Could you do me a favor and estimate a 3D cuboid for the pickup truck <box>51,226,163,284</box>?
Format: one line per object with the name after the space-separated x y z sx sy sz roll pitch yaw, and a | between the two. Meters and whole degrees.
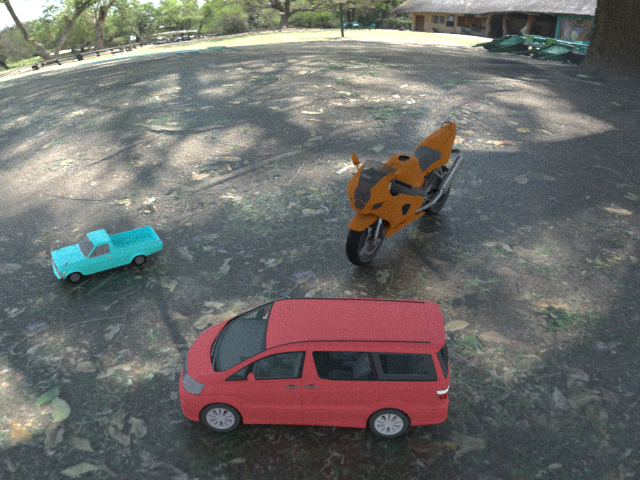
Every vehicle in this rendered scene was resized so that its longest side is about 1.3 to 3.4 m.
-3.206 0.140 10.531 1.603 0.511 0.640 -16 34 -25 | pickup truck

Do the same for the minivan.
-0.078 1.343 7.827 3.011 1.197 1.324 1 31 2 | minivan

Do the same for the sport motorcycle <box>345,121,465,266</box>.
1.317 -0.766 10.995 0.983 1.596 2.955 21 37 31 | sport motorcycle
